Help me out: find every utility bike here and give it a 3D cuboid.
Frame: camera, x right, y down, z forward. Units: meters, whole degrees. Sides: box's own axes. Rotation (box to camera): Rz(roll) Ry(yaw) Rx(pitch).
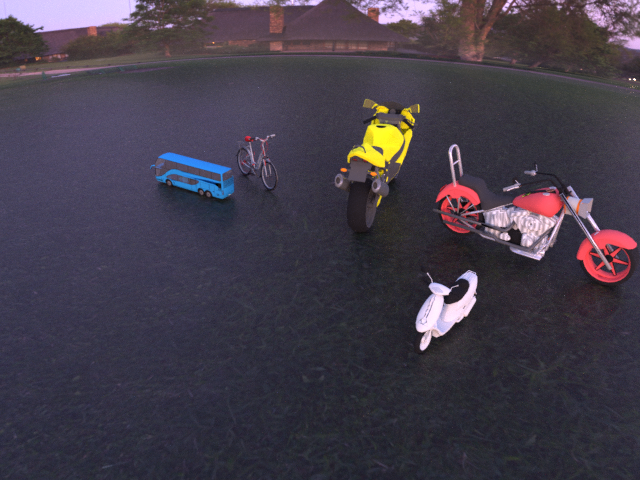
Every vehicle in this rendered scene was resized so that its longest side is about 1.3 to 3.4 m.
[{"bbox_3d":[-1.129,-1.511,12.748,0.535,0.946,1.435,-19,34,-31],"label":"utility bike"}]

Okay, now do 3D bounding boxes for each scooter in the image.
[{"bbox_3d":[1.579,0.751,8.656,0.662,0.919,1.399,22,36,34],"label":"scooter"}]

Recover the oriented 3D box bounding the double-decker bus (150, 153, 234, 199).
[{"bbox_3d":[-2.285,-1.165,12.539,1.672,0.541,0.389,17,33,28],"label":"double-decker bus"}]

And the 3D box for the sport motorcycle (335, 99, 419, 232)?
[{"bbox_3d":[0.985,-1.317,11.718,0.983,1.596,2.955,9,30,16],"label":"sport motorcycle"}]

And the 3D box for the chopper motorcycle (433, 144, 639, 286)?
[{"bbox_3d":[3.093,-0.391,10.154,3.040,1.480,0.906,19,34,31],"label":"chopper motorcycle"}]
